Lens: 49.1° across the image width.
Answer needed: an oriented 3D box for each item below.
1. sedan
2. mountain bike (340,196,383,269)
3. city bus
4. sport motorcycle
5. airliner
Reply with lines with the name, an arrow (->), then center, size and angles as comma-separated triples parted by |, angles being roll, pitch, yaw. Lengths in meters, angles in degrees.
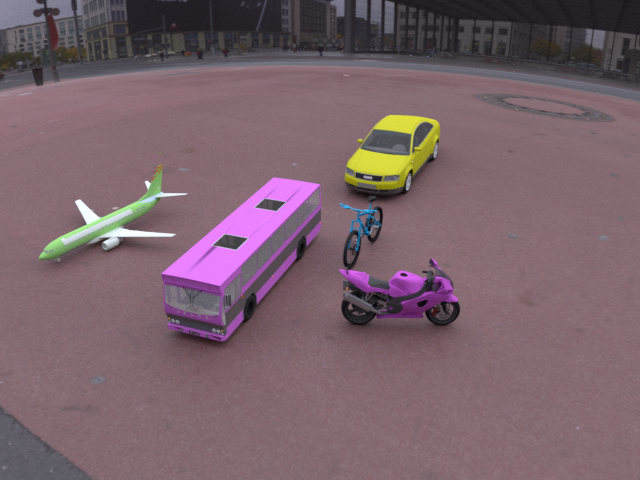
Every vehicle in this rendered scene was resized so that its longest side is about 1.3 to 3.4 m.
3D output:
sedan -> 1.430, -1.762, 13.309 | 1.235, 0.940, 3.137 | 11, 29, 21
mountain bike -> 0.654, -0.192, 10.358 | 0.573, 0.868, 1.469 | 12, 30, 22
city bus -> -0.931, 0.163, 9.643 | 0.926, 0.894, 3.255 | 10, 29, 19
sport motorcycle -> 0.993, 0.695, 8.696 | 1.520, 0.821, 0.506 | 1, 27, 2
airliner -> -3.293, -0.421, 10.835 | 2.257, 0.835, 2.541 | 18, 32, 30
